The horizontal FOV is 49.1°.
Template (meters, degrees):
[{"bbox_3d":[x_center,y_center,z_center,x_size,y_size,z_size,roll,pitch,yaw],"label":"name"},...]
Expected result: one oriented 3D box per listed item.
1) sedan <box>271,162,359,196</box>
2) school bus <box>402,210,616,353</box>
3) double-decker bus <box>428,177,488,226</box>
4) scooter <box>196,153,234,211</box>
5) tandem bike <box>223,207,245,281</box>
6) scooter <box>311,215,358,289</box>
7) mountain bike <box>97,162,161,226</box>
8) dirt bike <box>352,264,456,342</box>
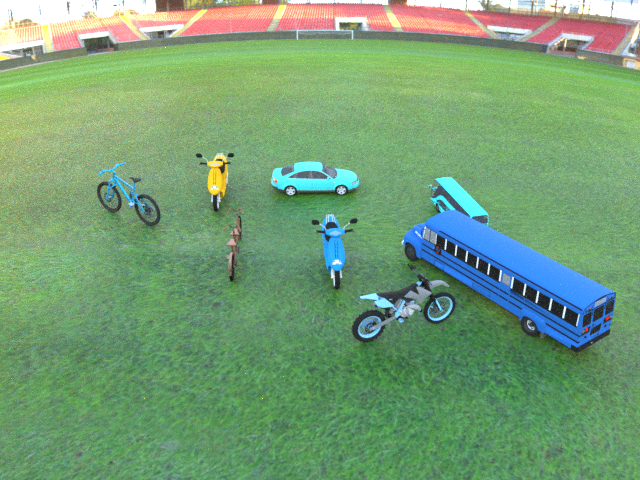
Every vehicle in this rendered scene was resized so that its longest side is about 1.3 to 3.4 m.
[{"bbox_3d":[-0.089,-1.156,12.866,1.613,0.483,0.635,-1,29,-1],"label":"sedan"},{"bbox_3d":[2.430,0.400,9.724,0.709,0.844,3.322,-19,35,-30],"label":"school bus"},{"bbox_3d":[2.300,-0.545,11.718,0.389,0.541,1.672,-7,30,-12],"label":"double-decker bus"},{"bbox_3d":[-1.823,-1.178,12.460,0.662,0.919,1.399,-1,29,-1],"label":"scooter"},{"bbox_3d":[-1.291,-0.008,10.617,0.283,0.682,1.642,0,29,0],"label":"tandem bike"},{"bbox_3d":[0.196,0.026,10.315,0.662,0.919,1.399,-2,29,-4],"label":"scooter"},{"bbox_3d":[-3.244,-0.755,11.757,1.469,0.868,0.573,18,34,28],"label":"mountain bike"},{"bbox_3d":[1.096,0.822,8.959,1.493,0.857,0.527,-11,31,-19],"label":"dirt bike"}]
